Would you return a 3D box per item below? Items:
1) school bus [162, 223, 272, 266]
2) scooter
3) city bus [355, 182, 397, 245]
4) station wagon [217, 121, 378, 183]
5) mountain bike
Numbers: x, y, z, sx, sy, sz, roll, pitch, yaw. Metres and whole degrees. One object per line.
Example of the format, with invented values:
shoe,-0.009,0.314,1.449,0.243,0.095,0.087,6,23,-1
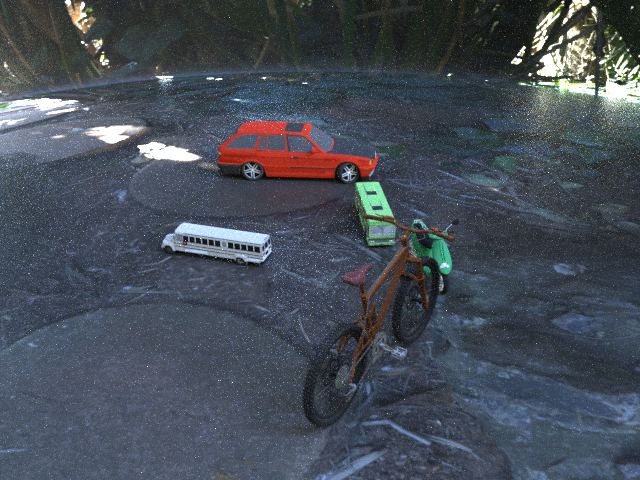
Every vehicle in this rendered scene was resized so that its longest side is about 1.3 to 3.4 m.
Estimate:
school bus,-1.583,0.048,10.536,1.708,0.434,0.365,8,27,16
scooter,1.561,0.087,9.906,0.662,0.919,1.399,-5,27,-11
city bus,0.885,-0.438,11.498,0.476,0.460,1.674,-2,26,-4
station wagon,-0.421,-1.773,13.700,3.105,0.920,1.327,2,26,4
mountain bike,0.674,0.775,7.628,1.114,1.688,2.857,17,31,30
